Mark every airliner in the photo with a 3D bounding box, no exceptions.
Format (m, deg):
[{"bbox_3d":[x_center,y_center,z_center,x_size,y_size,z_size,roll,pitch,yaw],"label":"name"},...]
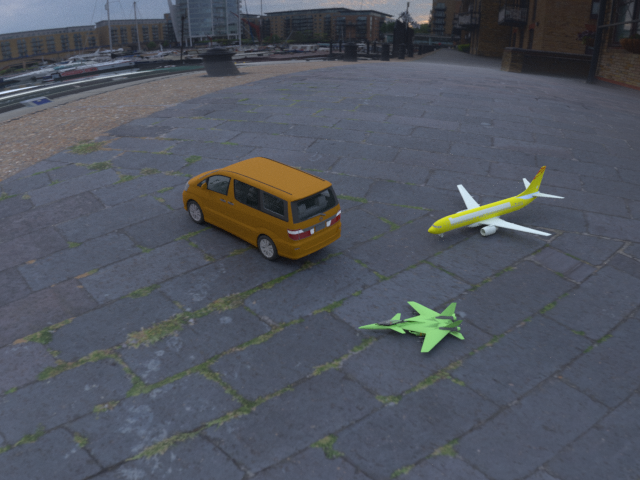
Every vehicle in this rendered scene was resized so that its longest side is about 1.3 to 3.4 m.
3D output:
[{"bbox_3d":[2.877,-0.642,11.879,2.541,0.835,2.257,-15,32,-25],"label":"airliner"}]

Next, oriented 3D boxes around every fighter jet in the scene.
[{"bbox_3d":[1.190,1.079,9.285,1.358,0.286,1.147,-1,29,-2],"label":"fighter jet"}]

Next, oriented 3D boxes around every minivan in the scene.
[{"bbox_3d":[-1.055,-0.684,11.576,3.011,1.197,1.324,25,37,37],"label":"minivan"}]
